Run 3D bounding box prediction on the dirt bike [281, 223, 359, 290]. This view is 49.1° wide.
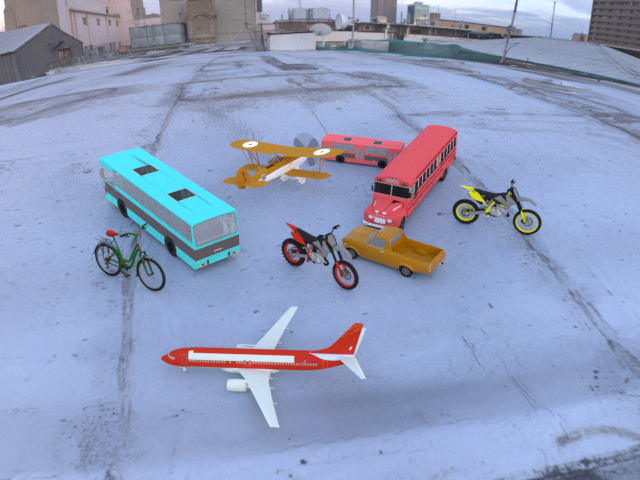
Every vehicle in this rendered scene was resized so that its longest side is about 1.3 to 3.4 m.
[{"bbox_3d":[-0.014,0.183,10.447,1.493,0.857,0.527,23,37,34],"label":"dirt bike"}]

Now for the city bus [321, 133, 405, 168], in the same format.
[{"bbox_3d":[0.872,-1.805,14.296,1.674,0.460,0.476,9,31,15],"label":"city bus"}]

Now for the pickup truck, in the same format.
[{"bbox_3d":[1.132,0.110,10.920,1.603,0.511,0.640,18,35,29],"label":"pickup truck"}]

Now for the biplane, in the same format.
[{"bbox_3d":[-0.856,-1.353,12.989,2.598,0.981,2.120,20,35,31],"label":"biplane"}]

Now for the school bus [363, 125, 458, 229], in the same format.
[{"bbox_3d":[1.705,-1.180,12.825,0.709,0.844,3.322,14,33,23],"label":"school bus"}]

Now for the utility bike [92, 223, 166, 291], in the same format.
[{"bbox_3d":[-2.825,0.192,10.342,1.435,0.946,0.535,16,34,25],"label":"utility bike"}]

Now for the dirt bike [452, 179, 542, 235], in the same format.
[{"bbox_3d":[2.978,-0.562,11.740,1.493,0.857,0.527,12,32,20],"label":"dirt bike"}]

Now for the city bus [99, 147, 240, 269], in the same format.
[{"bbox_3d":[-2.585,-0.573,11.722,0.926,0.894,3.255,-22,37,-33],"label":"city bus"}]

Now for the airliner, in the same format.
[{"bbox_3d":[-0.709,1.306,8.518,2.541,0.835,2.257,2,30,3],"label":"airliner"}]
